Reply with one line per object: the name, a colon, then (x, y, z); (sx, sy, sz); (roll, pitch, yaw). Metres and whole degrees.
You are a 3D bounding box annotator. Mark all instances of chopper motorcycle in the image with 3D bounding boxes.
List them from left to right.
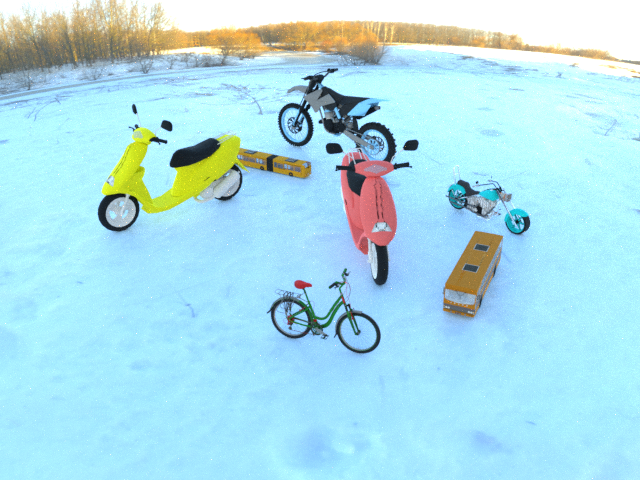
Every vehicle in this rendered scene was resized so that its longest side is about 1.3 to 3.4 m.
chopper motorcycle: (2.696, -0.654, 11.239); (0.466, 0.761, 1.563); (-21, 34, -36)

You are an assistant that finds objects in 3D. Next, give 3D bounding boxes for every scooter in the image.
scooter: (-2.346, -1.243, 11.267); (2.721, 1.786, 1.288); (-20, 33, -34)
scooter: (0.678, -0.678, 10.152); (1.288, 1.786, 2.721); (-3, 27, -6)

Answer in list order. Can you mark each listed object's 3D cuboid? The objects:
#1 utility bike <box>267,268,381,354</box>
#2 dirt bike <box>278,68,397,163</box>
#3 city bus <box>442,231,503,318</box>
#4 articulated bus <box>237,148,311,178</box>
utility bike: (0.045, 0.792, 8.175); (1.435, 0.946, 0.535); (10, 29, 19)
dirt bike: (0.266, -2.418, 13.726); (2.903, 1.666, 1.024); (20, 33, 34)
city bus: (2.075, 0.442, 9.406); (0.476, 0.460, 1.674); (11, 29, 21)
articulated bus: (-0.978, -1.491, 13.419); (1.749, 0.289, 0.311); (14, 30, 26)
